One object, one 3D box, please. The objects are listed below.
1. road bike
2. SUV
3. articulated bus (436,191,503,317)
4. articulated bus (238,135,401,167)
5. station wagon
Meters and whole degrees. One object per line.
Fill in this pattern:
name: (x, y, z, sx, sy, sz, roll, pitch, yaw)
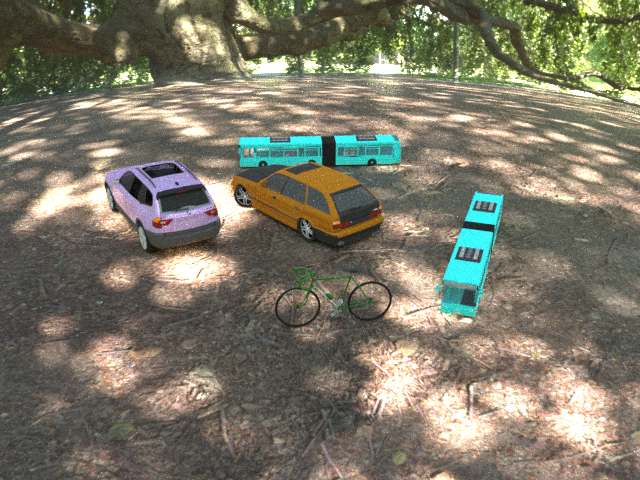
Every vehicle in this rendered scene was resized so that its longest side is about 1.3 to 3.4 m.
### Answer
road bike: (0.183, 0.720, 9.028, 1.545, 0.852, 0.358, -4, 26, -8)
SUV: (-2.724, -0.787, 11.818, 1.276, 1.128, 3.058, -14, 29, -27)
articulated bus: (2.356, 0.100, 10.640, 0.605, 0.561, 3.401, 8, 27, 17)
articulated bus: (-0.021, -1.871, 14.705, 3.401, 0.561, 0.605, -2, 26, -3)
station wagon: (-0.323, -0.840, 12.167, 1.327, 0.920, 3.105, -20, 32, -36)
